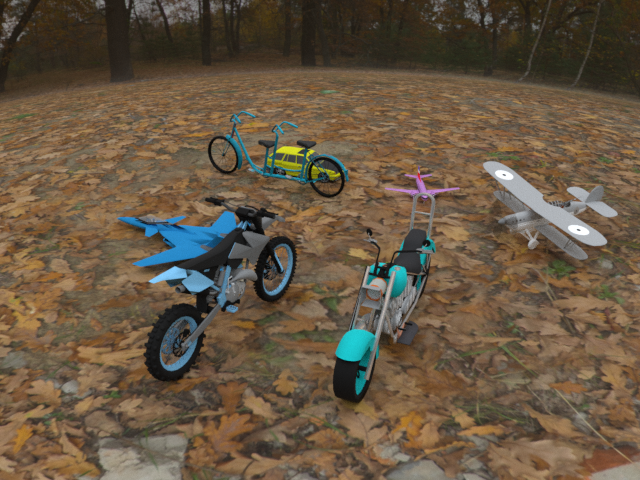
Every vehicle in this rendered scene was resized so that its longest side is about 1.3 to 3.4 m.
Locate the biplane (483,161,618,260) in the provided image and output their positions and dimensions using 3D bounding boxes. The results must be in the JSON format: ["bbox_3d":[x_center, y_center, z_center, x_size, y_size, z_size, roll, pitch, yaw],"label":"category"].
[{"bbox_3d":[3.685,-0.425,11.057,2.120,0.981,2.598,-12,29,-23],"label":"biplane"}]

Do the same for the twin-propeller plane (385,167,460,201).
[{"bbox_3d":[1.874,-1.016,12.906,1.370,0.407,1.095,0,26,0],"label":"twin-propeller plane"}]

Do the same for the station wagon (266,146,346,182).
[{"bbox_3d":[-0.284,-1.525,13.865,1.597,0.473,0.682,11,28,21],"label":"station wagon"}]

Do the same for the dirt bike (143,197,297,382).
[{"bbox_3d":[-1.124,0.437,8.530,1.024,1.666,2.903,15,30,28],"label":"dirt bike"}]

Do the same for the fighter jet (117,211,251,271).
[{"bbox_3d":[-2.287,-0.221,11.123,2.640,0.557,2.229,15,30,27],"label":"fighter jet"}]

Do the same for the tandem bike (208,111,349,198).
[{"bbox_3d":[-0.867,-1.643,13.140,3.192,1.326,0.550,15,30,27],"label":"tandem bike"}]

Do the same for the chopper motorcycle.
[{"bbox_3d":[0.841,0.589,8.432,0.906,1.480,3.040,11,28,21],"label":"chopper motorcycle"}]
